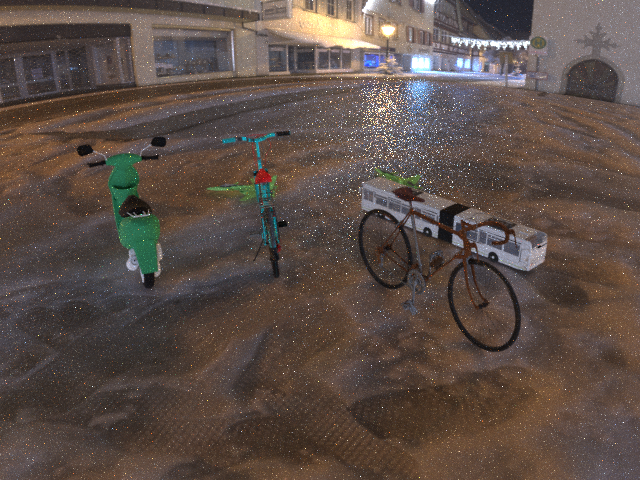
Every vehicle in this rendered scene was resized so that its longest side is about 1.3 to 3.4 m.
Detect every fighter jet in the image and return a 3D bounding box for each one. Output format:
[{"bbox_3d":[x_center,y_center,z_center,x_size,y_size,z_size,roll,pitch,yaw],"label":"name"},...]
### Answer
[{"bbox_3d":[1.414,-1.274,13.701,1.147,0.286,1.358,-12,28,-24],"label":"fighter jet"},{"bbox_3d":[-1.481,-1.026,13.184,1.358,0.286,1.147,2,26,4],"label":"fighter jet"}]

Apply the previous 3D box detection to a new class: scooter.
[{"bbox_3d":[-2.795,-0.525,10.407,1.288,1.786,2.721,-10,27,-19],"label":"scooter"}]

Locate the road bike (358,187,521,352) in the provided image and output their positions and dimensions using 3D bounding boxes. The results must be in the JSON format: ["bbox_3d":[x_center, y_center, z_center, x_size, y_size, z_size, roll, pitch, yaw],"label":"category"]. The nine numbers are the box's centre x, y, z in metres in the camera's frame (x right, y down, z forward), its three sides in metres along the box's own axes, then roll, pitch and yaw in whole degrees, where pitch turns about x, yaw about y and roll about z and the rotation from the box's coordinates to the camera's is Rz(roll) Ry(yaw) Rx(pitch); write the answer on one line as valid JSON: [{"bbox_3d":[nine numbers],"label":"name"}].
[{"bbox_3d":[1.422,0.236,8.973,0.696,1.656,3.004,-17,30,-31],"label":"road bike"}]

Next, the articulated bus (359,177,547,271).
[{"bbox_3d":[2.040,-0.328,11.412,0.605,0.561,3.401,-23,34,-39],"label":"articulated bus"}]

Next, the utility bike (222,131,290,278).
[{"bbox_3d":[-0.912,-0.645,10.596,1.039,1.839,2.791,-4,26,-7],"label":"utility bike"}]
